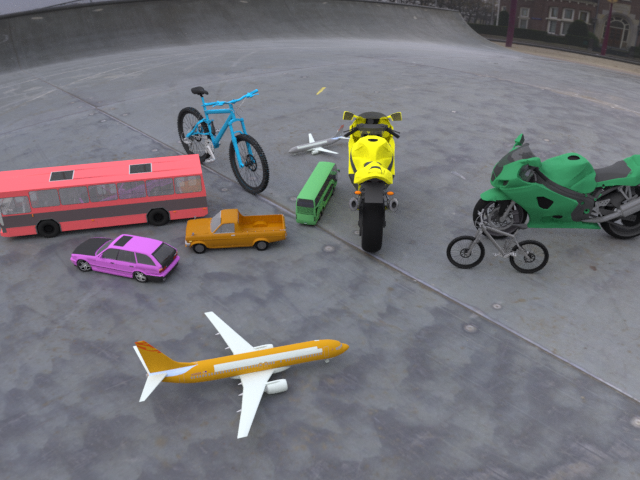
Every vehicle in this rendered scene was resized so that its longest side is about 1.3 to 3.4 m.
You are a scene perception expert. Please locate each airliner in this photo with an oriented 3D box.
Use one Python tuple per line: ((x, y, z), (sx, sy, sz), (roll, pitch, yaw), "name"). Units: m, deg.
((-0.857, 1.299, 8.188), (2.541, 0.835, 2.257), (-9, 32, -14), "airliner")
((-0.062, -2.009, 14.107), (1.307, 0.429, 1.161), (-16, 34, -25), "airliner")

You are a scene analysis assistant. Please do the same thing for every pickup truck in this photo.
((-1.321, -0.180, 10.974), (1.603, 0.511, 0.640), (-3, 31, -5), "pickup truck")

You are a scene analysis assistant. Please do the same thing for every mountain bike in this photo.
((-1.844, -1.935, 12.759), (1.114, 1.688, 2.857), (-24, 38, -34), "mountain bike")
((2.599, 0.079, 10.193), (1.469, 0.868, 0.573), (4, 31, 7), "mountain bike")

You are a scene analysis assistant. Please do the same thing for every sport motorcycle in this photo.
((3.883, -0.730, 10.835), (2.955, 1.596, 0.983), (0, 31, -1), "sport motorcycle")
((0.839, -1.052, 11.373), (0.983, 1.596, 2.955), (1, 31, 2), "sport motorcycle")

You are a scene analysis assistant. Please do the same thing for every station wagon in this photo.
((-2.911, 0.205, 10.367), (1.597, 0.473, 0.682), (9, 32, 15), "station wagon")

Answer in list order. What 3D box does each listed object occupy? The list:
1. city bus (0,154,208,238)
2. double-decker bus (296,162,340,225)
((-3.528, -0.710, 11.486), (3.255, 0.894, 0.926), (-7, 32, -11), "city bus")
((-0.034, -0.843, 12.050), (0.389, 0.541, 1.672), (8, 32, 12), "double-decker bus")
